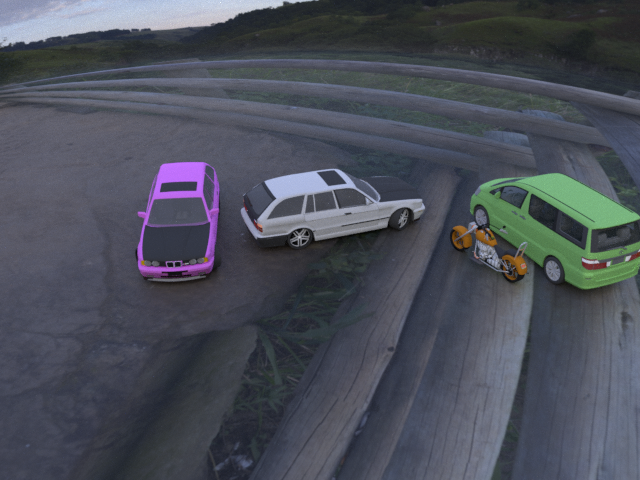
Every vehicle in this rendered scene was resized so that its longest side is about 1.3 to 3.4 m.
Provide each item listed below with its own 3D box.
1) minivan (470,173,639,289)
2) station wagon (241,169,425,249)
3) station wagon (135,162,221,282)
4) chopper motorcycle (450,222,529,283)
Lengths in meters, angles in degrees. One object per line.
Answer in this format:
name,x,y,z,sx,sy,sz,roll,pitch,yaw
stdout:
minivan,3.641,-0.375,11.118,1.324,1.197,3.011,-13,32,-21
station wagon,0.256,-0.660,11.890,3.105,0.920,1.327,-10,31,-17
station wagon,-2.283,-0.441,11.510,1.327,0.920,3.105,-3,30,-5
chopper motorcycle,2.584,0.068,10.785,0.466,0.761,1.563,-17,34,-27
